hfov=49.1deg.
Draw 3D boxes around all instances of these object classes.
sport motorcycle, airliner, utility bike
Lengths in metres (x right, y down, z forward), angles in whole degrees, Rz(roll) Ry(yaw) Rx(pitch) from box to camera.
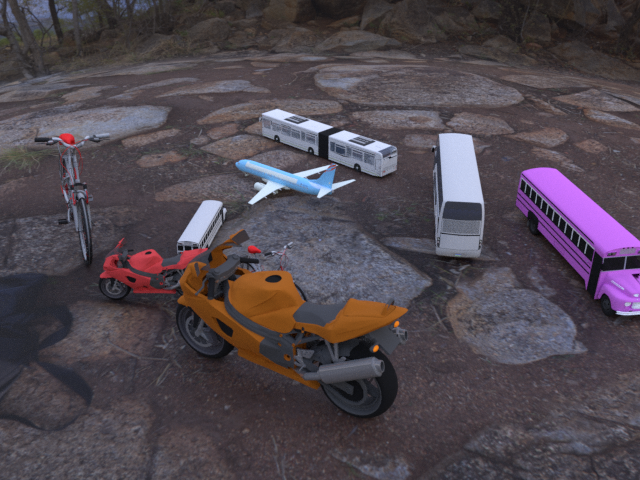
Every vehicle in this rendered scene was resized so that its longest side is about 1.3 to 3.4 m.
[{"bbox_3d":[-0.441,0.946,7.708,2.955,1.596,0.983,15,32,26],"label":"sport motorcycle"},{"bbox_3d":[-0.653,-1.271,12.574,2.541,0.835,2.257,22,36,35],"label":"airliner"},{"bbox_3d":[-2.249,0.439,9.449,1.520,0.821,0.506,-1,29,-2],"label":"sport motorcycle"},{"bbox_3d":[-3.727,-0.889,10.824,1.039,1.839,2.791,-12,31,-21],"label":"utility bike"},{"bbox_3d":[-0.666,0.444,9.311,1.435,0.946,0.535,22,36,35],"label":"utility bike"}]

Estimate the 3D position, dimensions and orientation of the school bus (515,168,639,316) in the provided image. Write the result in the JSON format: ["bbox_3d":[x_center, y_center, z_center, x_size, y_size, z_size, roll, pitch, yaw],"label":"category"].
[{"bbox_3d":[3.879,-0.058,10.338,0.709,0.844,3.322,-4,29,-8],"label":"school bus"}]

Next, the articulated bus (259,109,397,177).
[{"bbox_3d":[0.094,-2.012,14.221,3.401,0.561,0.605,25,37,38],"label":"articulated bus"}]

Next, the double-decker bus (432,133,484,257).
[{"bbox_3d":[2.246,-0.853,11.581,0.756,1.052,3.251,3,29,6],"label":"double-decker bus"}]

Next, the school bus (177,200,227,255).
[{"bbox_3d":[-1.823,-0.188,11.005,0.365,0.434,1.708,3,29,6],"label":"school bus"}]
